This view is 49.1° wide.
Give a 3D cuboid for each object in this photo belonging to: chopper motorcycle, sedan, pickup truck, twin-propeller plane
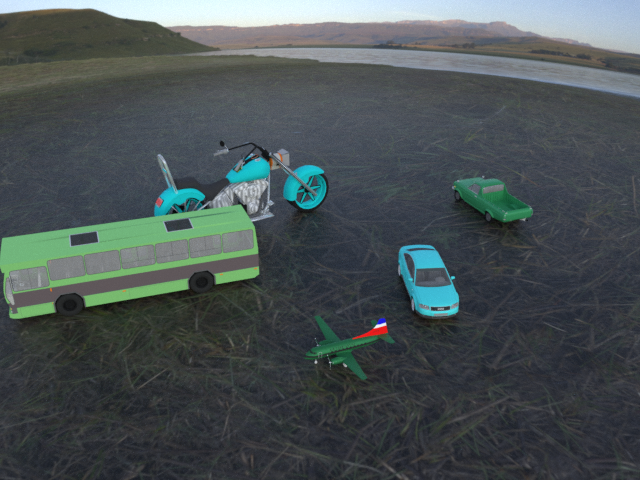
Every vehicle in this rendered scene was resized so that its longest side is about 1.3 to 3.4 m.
[{"bbox_3d":[-1.188,-0.910,11.190,3.040,1.480,0.906,-16,31,-29],"label":"chopper motorcycle"},{"bbox_3d":[1.463,0.497,9.524,0.635,0.483,1.613,-2,27,-4],"label":"sedan"},{"bbox_3d":[2.905,-0.731,11.905,0.640,0.511,1.603,-10,29,-20],"label":"pickup truck"},{"bbox_3d":[0.313,1.195,8.238,1.095,0.407,1.370,-11,29,-20],"label":"twin-propeller plane"}]

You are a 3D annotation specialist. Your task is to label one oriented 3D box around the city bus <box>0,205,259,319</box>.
[{"bbox_3d":[-2.507,0.288,9.481,3.255,0.894,0.926,-9,28,-17],"label":"city bus"}]
